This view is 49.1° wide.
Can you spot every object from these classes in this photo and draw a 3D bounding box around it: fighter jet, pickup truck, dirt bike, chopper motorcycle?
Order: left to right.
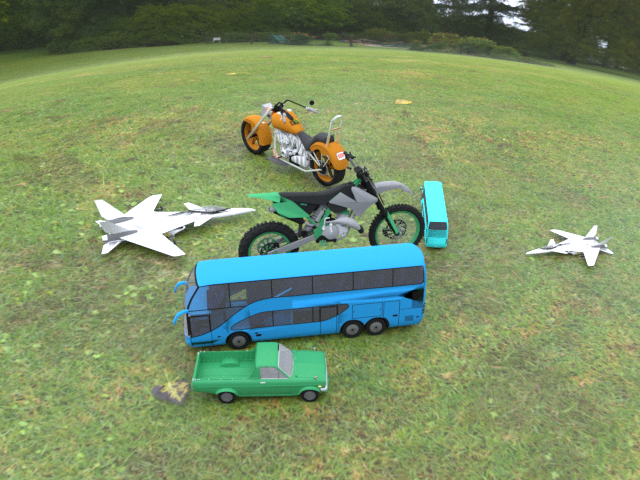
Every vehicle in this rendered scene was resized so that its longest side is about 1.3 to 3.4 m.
[{"bbox_3d":[-2.347,-0.439,11.621,2.640,0.557,2.229,-10,31,-18],"label":"fighter jet"},{"bbox_3d":[-0.695,1.525,8.248,1.603,0.511,0.640,-1,30,-1],"label":"pickup truck"},{"bbox_3d":[-0.567,-2.050,13.499,0.906,1.480,3.040,-23,37,-35],"label":"chopper motorcycle"},{"bbox_3d":[0.213,-0.330,10.317,2.903,1.666,1.024,-8,31,-13],"label":"dirt bike"},{"bbox_3d":[3.870,0.061,11.021,1.358,0.286,1.147,-7,31,-12],"label":"fighter jet"}]

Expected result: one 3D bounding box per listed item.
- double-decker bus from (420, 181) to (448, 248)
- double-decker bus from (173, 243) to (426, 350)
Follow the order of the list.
[{"bbox_3d":[1.899,-0.466,11.684,0.389,0.541,1.672,2,30,4],"label":"double-decker bus"},{"bbox_3d":[-0.250,0.723,9.100,3.251,1.052,0.756,-5,30,-8],"label":"double-decker bus"}]
